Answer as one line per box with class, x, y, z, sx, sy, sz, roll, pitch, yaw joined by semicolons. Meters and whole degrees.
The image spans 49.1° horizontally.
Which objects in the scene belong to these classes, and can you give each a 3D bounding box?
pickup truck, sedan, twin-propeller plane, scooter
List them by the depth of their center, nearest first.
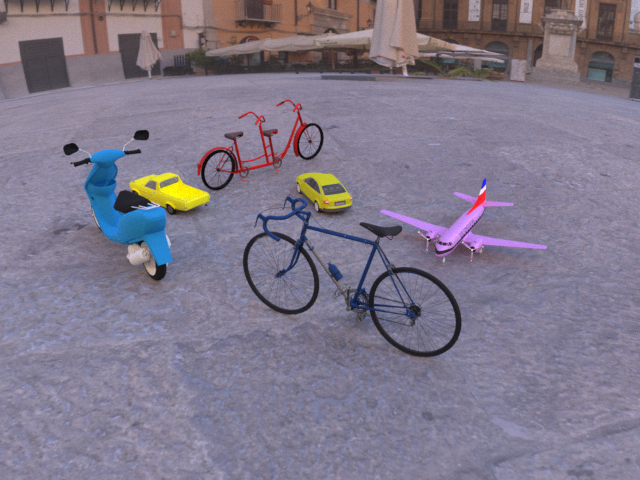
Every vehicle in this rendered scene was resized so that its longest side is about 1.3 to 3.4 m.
scooter;-2.903;-0.582;10.300;1.288;1.786;2.721;-18;31;-32
twin-propeller plane;2.231;-0.306;10.870;2.663;0.792;2.129;14;29;27
pickup truck;-2.677;-0.874;12.355;1.603;0.511;0.640;20;32;35
sedan;0.049;-0.933;12.506;0.635;0.483;1.613;-10;28;-20

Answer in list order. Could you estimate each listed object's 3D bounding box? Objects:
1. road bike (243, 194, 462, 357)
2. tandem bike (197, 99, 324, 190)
road bike;0.286;0.414;8.408;3.004;1.656;0.697;14;30;27
tandem bike;-1.068;-1.891;13.509;3.192;1.326;0.550;-23;34;-39
